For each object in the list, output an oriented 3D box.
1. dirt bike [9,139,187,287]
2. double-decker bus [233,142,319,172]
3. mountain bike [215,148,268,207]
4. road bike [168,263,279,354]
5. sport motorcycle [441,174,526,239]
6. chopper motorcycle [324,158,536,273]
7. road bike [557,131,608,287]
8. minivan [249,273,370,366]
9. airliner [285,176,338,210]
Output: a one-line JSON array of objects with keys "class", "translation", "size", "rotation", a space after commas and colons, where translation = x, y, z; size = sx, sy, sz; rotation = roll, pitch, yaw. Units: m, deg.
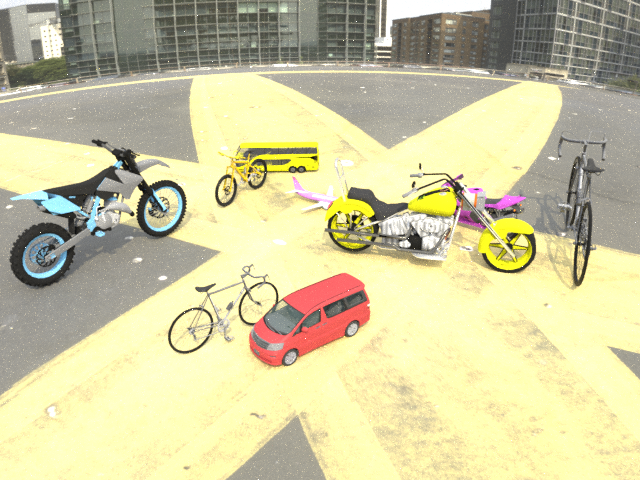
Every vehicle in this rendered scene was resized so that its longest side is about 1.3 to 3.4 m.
[{"class": "dirt bike", "translation": [-3.114, -0.480, 10.029], "size": [1.024, 1.666, 2.903], "rotation": [22, 34, 36]}, {"class": "double-decker bus", "translation": [-0.849, -1.595, 13.478], "size": [1.672, 0.541, 0.389], "rotation": [-1, 27, -2]}, {"class": "mountain bike", "translation": [-1.371, -1.163, 12.262], "size": [0.573, 0.868, 1.469], "rotation": [15, 31, 28]}, {"class": "road bike", "translation": [-1.132, 0.811, 8.381], "size": [1.545, 0.852, 0.358], "rotation": [-20, 33, -34]}, {"class": "sport motorcycle", "translation": [2.461, -0.508, 11.022], "size": [1.520, 0.821, 0.506], "rotation": [17, 32, 31]}, {"class": "chopper motorcycle", "translation": [1.557, -0.355, 9.989], "size": [3.040, 1.480, 0.906], "rotation": [6, 27, 12]}, {"class": "road bike", "translation": [3.801, -0.568, 10.215], "size": [0.696, 1.656, 3.004], "rotation": [7, 28, 13]}, {"class": "minivan", "translation": [-0.121, 0.931, 8.406], "size": [1.548, 0.616, 0.681], "rotation": [-20, 33, -34]}, {"class": "airliner", "translation": [0.085, -0.795, 12.022], "size": [1.307, 0.429, 1.161], "rotation": [12, 29, 23]}]
